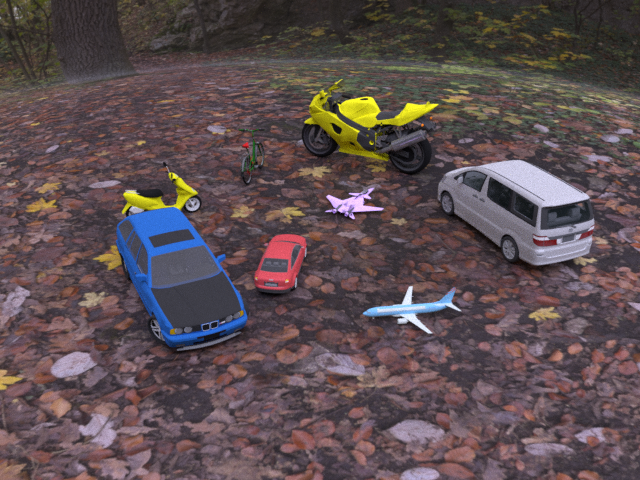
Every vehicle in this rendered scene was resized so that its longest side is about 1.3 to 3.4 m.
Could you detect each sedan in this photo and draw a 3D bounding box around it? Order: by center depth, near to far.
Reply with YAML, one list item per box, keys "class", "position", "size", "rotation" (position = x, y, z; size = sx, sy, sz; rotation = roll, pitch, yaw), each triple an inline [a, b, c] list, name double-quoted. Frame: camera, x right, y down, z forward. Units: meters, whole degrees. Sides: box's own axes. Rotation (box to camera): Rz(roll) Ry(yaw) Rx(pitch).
- class: "sedan"
  position: [-0.582, 0.273, 10.672]
  size: [0.635, 0.483, 1.613]
  rotation: [4, 28, 7]

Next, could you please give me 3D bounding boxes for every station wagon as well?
- class: "station wagon"
  position: [-2.055, 0.394, 9.984]
  size: [1.327, 0.920, 3.105]
  rotation: [-13, 31, -23]

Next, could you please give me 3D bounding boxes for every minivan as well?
- class: "minivan"
  position: [3.146, -0.662, 11.661]
  size: [1.324, 1.197, 3.011]
  rotation: [-11, 30, -20]

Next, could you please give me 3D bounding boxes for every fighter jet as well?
- class: "fighter jet"
  position: [0.684, -0.793, 12.868]
  size: [1.147, 0.286, 1.358]
  rotation: [16, 32, 27]

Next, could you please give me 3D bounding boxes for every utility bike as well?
- class: "utility bike"
  position: [-1.389, -1.713, 13.886]
  size: [0.535, 0.946, 1.435]
  rotation: [6, 29, 11]

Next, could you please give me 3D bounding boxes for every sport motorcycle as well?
- class: "sport motorcycle"
  position: [0.939, -2.283, 14.261]
  size: [2.955, 1.596, 0.983]
  rotation: [13, 31, 23]

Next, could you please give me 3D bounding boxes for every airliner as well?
- class: "airliner"
  position: [1.237, 0.873, 9.610]
  size: [1.307, 0.429, 1.161]
  rotation: [-3, 28, -6]

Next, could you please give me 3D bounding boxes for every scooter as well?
- class: "scooter"
  position: [-2.774, -0.809, 12.229]
  size: [1.399, 0.919, 0.662]
  rotation: [-11, 30, -20]
